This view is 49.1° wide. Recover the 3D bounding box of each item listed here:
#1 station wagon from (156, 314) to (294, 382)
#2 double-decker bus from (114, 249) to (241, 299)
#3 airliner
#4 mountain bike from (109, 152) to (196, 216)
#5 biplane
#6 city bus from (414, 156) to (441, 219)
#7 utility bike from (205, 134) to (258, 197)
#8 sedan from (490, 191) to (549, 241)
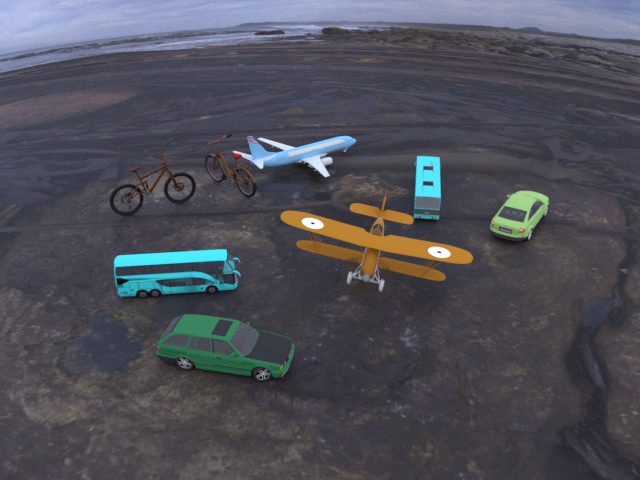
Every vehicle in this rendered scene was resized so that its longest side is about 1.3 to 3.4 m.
[{"bbox_3d":[-1.099,1.222,8.234,1.597,0.473,0.682,6,30,11],"label":"station wagon"},{"bbox_3d":[-1.921,0.451,9.514,1.672,0.541,0.389,-3,30,-6],"label":"double-decker bus"},{"bbox_3d":[-0.306,-1.816,13.186,2.541,0.835,2.257,-20,35,-31],"label":"airliner"},{"bbox_3d":[-2.758,-0.899,11.548,1.469,0.868,0.573,-16,33,-26],"label":"mountain bike"},{"bbox_3d":[0.807,0.042,9.788,2.598,0.981,2.120,5,30,9],"label":"biplane"},{"bbox_3d":[1.830,-0.891,11.946,0.476,0.460,1.674,4,30,7],"label":"city bus"},{"bbox_3d":[-1.605,-1.280,12.136,1.435,0.946,0.535,26,39,38],"label":"utility bike"},{"bbox_3d":[3.218,-0.472,11.188,0.635,0.483,1.613,17,34,27],"label":"sedan"}]
